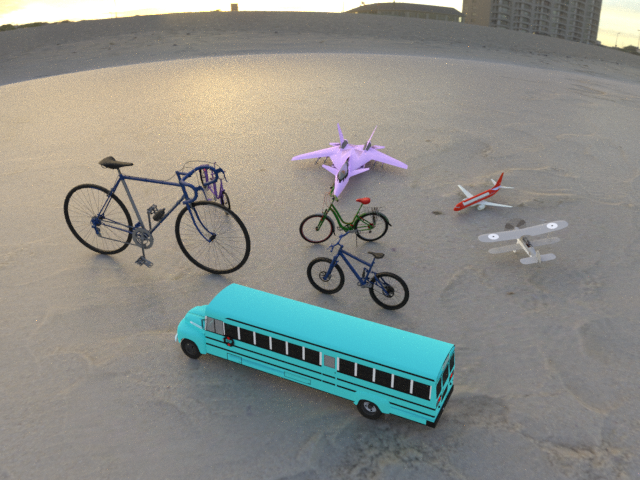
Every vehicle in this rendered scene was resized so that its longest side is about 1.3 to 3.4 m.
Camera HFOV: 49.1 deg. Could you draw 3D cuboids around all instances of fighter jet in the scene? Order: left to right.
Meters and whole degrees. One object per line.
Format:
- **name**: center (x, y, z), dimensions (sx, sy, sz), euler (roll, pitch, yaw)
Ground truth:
- **fighter jet**: center (0.515, -1.496, 13.132), dimensions (2.229, 0.557, 2.640), euler (5, 29, 10)

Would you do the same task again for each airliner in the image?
- **airliner**: center (2.737, -0.806, 12.007), dimensions (1.307, 0.429, 1.161), euler (-22, 35, -34)

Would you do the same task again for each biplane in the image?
- **biplane**: center (3.031, 0.072, 10.327), dimensions (1.336, 0.504, 1.090), euler (-3, 29, -5)

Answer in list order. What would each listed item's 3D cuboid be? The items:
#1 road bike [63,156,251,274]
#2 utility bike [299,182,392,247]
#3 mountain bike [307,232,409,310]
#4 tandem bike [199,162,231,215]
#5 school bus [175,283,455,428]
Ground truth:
- **road bike**: center (-2.391, -0.377, 9.949), dimensions (3.004, 1.656, 0.697), euler (9, 30, 15)
- **utility bike**: center (0.402, -0.340, 10.620), dimensions (1.435, 0.946, 0.535), euler (-2, 29, -4)
- **mountain bike**: center (0.491, 0.441, 9.276), dimensions (1.469, 0.868, 0.573), euler (13, 31, 22)
- **tandem bike**: center (-1.841, -1.004, 12.104), dimensions (0.283, 0.682, 1.642), euler (-13, 31, -23)
- **school bus**: center (-0.172, 1.206, 7.907), dimensions (3.322, 0.844, 0.709), euler (13, 31, 23)
